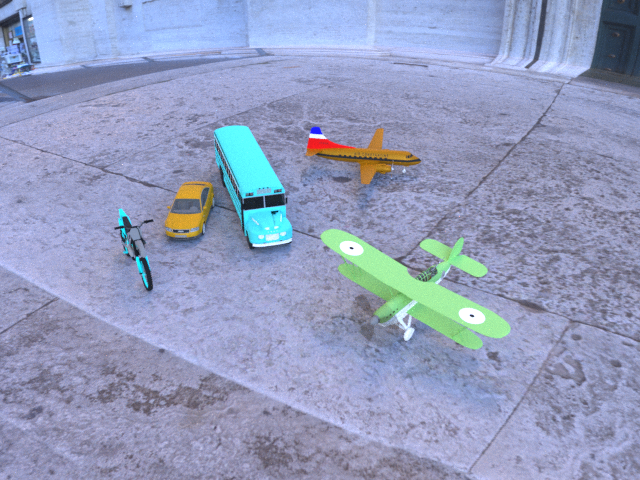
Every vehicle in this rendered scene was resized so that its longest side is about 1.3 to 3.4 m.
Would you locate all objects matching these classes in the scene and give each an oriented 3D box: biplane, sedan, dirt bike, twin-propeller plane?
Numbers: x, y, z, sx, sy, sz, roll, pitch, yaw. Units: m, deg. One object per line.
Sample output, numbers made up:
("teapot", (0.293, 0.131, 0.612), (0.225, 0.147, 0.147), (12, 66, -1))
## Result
("biplane", (1.271, 0.591, 8.718), (2.598, 0.981, 2.120), (22, 36, 33))
("sedan", (-2.080, -0.534, 11.202), (0.635, 0.483, 1.613), (1, 30, 1))
("dirt bike", (-2.583, 0.071, 9.758), (0.527, 0.857, 1.493), (-14, 33, -24))
("twin-propeller plane", (0.800, -1.648, 12.852), (2.129, 0.792, 2.663), (5, 30, 9))

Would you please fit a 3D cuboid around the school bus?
("school bus", (-1.151, -0.939, 11.549), (0.709, 0.844, 3.322), (-8, 31, -14))
